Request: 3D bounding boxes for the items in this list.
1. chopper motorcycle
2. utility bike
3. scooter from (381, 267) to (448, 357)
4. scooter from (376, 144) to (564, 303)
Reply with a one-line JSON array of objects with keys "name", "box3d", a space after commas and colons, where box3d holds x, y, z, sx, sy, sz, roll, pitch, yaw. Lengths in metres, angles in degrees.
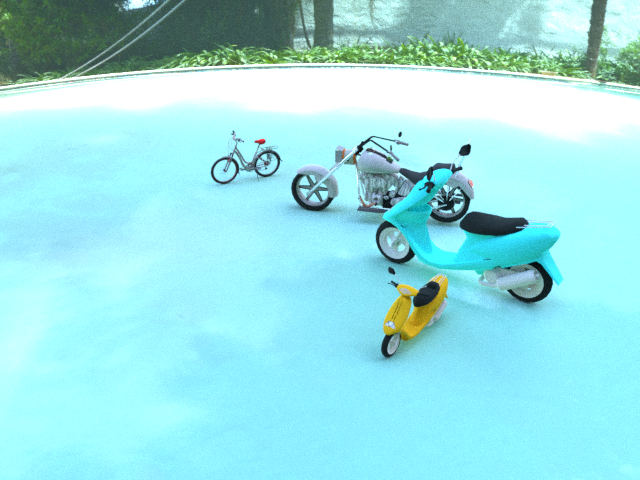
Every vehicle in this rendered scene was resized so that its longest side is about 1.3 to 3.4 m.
[{"name": "chopper motorcycle", "box3d": [1.004, -1.068, 11.448, 3.040, 1.480, 0.906, 7, 27, 14]}, {"name": "utility bike", "box3d": [-1.334, -1.529, 12.982, 1.435, 0.946, 0.535, -12, 29, -23]}, {"name": "scooter", "box3d": [1.161, 0.760, 8.386, 0.662, 0.919, 1.399, 20, 33, 35]}, {"name": "scooter", "box3d": [1.955, -0.224, 9.398, 2.721, 1.786, 1.288, 17, 31, 30]}]
